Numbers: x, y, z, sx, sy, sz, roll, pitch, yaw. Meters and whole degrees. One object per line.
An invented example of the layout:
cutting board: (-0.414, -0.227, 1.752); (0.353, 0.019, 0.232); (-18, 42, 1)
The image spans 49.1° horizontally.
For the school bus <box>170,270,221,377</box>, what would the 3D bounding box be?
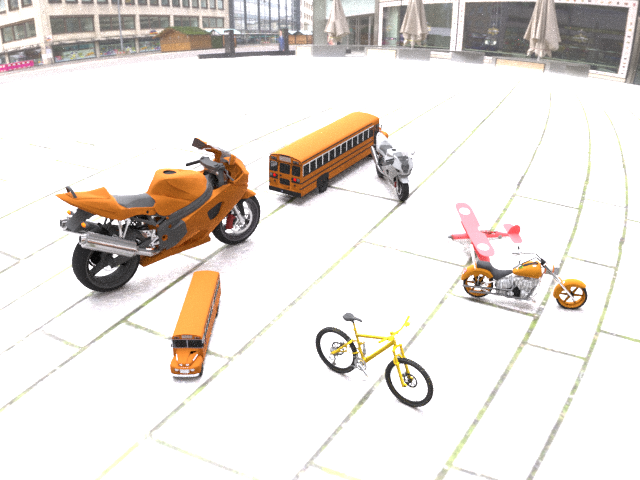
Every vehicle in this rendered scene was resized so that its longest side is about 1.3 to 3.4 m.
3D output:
school bus: (-1.450, 0.960, 8.232); (0.365, 0.434, 1.708); (0, 27, 0)

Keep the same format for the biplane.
biplane: (2.370, -0.052, 10.105); (1.090, 0.504, 1.336); (-3, 28, -7)

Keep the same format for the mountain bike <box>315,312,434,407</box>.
mountain bike: (0.541, 1.192, 7.313); (1.469, 0.868, 0.573); (19, 33, 32)

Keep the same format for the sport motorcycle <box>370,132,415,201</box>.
sport motorcycle: (1.255, -1.287, 12.143); (0.506, 0.821, 1.520); (-7, 28, -12)

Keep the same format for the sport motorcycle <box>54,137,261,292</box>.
sport motorcycle: (-2.038, -0.355, 9.505); (2.955, 1.596, 0.983); (-21, 34, -35)

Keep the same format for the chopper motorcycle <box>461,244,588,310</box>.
chopper motorcycle: (2.584, 0.464, 8.832); (1.563, 0.761, 0.466); (5, 28, 10)

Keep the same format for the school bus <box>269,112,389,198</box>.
school bus: (0.282, -1.646, 12.809); (0.709, 0.844, 3.322); (16, 31, 28)
